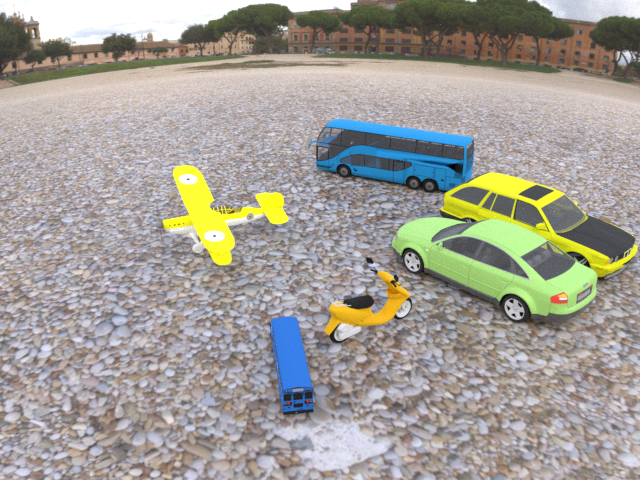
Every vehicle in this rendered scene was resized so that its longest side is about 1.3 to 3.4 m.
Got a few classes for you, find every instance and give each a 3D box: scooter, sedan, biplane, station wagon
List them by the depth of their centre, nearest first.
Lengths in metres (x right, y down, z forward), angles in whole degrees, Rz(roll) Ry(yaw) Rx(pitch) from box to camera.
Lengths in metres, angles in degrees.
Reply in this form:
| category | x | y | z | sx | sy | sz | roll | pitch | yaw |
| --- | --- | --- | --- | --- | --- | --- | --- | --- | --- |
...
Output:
| category | x | y | z | sx | sy | sz | roll | pitch | yaw |
| --- | --- | --- | --- | --- | --- | --- | --- | --- | --- |
| scooter | 0.663 | 0.788 | 9.060 | 1.399 | 0.919 | 0.662 | -17 | 31 | -29 |
| sedan | 2.425 | 0.221 | 10.160 | 1.235 | 0.940 | 3.137 | -23 | 35 | -38 |
| biplane | -1.570 | -0.349 | 11.241 | 2.120 | 0.981 | 2.598 | -10 | 29 | -19 |
| station wagon | 3.488 | -0.335 | 11.281 | 3.105 | 0.920 | 1.327 | 24 | 36 | 39 |

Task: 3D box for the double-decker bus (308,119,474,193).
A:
| category | x | y | z | sx | sy | sz | roll | pitch | yaw |
| --- | --- | --- | --- | --- | --- | --- | --- | --- | --- |
| double-decker bus | 1.380 | -1.689 | 13.814 | 3.251 | 1.052 | 0.756 | 12 | 29 | 23 |

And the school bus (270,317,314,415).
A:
| category | x | y | z | sx | sy | sz | roll | pitch | yaw |
| --- | --- | --- | --- | --- | --- | --- | --- | --- | --- |
| school bus | -0.365 | 1.408 | 8.371 | 0.365 | 0.434 | 1.708 | -4 | 27 | -8 |
